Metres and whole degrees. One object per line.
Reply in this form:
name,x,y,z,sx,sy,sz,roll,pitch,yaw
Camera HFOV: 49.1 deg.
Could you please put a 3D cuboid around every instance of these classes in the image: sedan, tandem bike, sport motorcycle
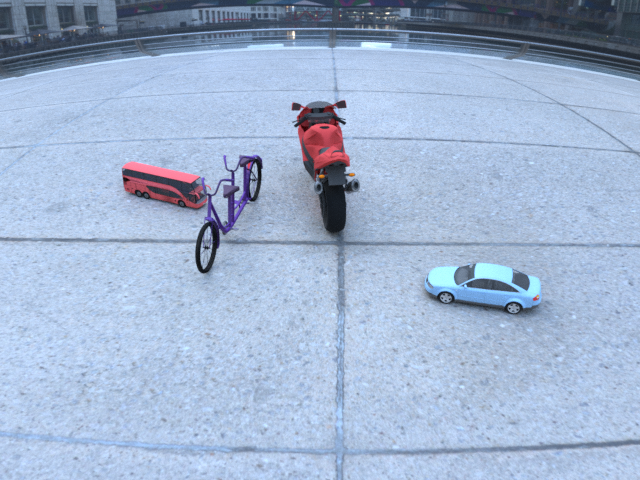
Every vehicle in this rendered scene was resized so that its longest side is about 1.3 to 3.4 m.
sedan,2.288,0.610,9.843,1.613,0.483,0.635,8,32,13
tandem bike,-1.411,-0.721,11.241,0.550,1.326,3.192,7,32,11
sport motorcycle,0.085,-1.362,12.046,0.983,1.596,2.955,-4,31,-7

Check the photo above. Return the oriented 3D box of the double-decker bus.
double-decker bus,-2.742,-0.971,12.420,1.672,0.541,0.389,13,33,21
